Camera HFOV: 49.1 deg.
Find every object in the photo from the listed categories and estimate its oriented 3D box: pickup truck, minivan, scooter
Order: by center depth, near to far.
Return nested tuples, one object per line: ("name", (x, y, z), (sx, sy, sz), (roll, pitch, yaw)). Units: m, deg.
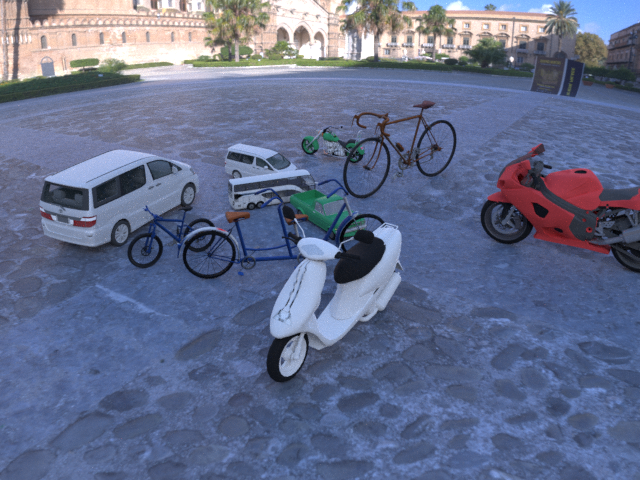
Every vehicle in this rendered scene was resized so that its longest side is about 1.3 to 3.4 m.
("scooter", (0.252, 0.447, 8.502), (1.288, 1.786, 2.721), (18, 31, 33))
("minivan", (-3.307, -0.887, 11.956), (1.324, 1.197, 3.011), (12, 28, 23))
("pickup truck", (0.117, -0.512, 11.968), (0.640, 0.511, 1.603), (-16, 30, -29))
("minivan", (-1.134, -1.463, 13.825), (1.548, 0.616, 0.681), (15, 29, 28))

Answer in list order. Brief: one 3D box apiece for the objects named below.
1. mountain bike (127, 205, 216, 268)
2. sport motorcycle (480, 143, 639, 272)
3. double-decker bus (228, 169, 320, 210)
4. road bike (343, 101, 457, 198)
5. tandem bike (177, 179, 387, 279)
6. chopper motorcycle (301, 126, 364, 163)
("mountain bike", (-2.257, -0.099, 10.697), (1.469, 0.868, 0.573), (-18, 31, -32))
("sport motorcycle", (3.925, -0.464, 10.617), (2.955, 1.596, 0.983), (13, 29, 25))
("double-decker bus", (-0.842, -0.928, 12.798), (1.672, 0.541, 0.389), (-10, 27, -20))
("road bike", (1.596, -1.794, 13.314), (3.004, 1.656, 0.697), (-19, 32, -34))
("tandem bike", (-0.501, -0.157, 10.289), (3.192, 1.326, 0.550), (-6, 26, -13))
("chopper motorcycle", (0.266, -2.097, 14.977), (1.563, 0.761, 0.466), (17, 30, 31))
